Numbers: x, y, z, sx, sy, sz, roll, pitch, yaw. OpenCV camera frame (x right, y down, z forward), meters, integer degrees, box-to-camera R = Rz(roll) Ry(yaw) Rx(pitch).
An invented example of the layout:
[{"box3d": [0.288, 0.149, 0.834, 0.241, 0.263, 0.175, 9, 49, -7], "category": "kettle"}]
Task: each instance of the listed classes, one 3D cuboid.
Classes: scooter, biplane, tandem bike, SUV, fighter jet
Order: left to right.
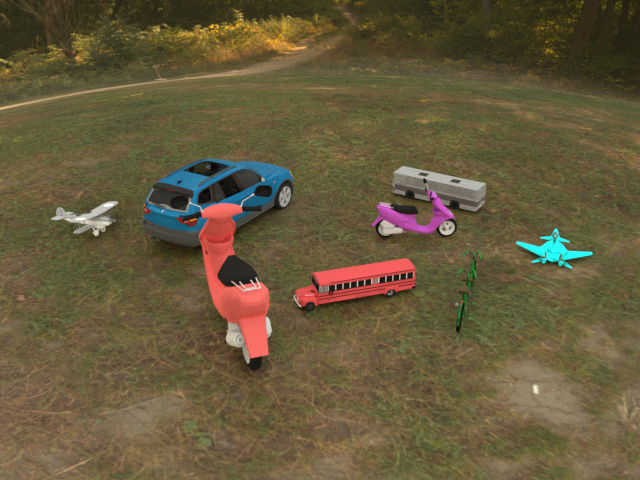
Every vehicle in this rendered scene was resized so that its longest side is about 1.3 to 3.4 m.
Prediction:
[{"box3d": [-3.872, -0.357, 11.624, 1.090, 0.504, 1.336, 6, 27, 11], "category": "biplane"}, {"box3d": [-1.643, -0.821, 11.857, 1.276, 1.128, 3.058, 15, 30, 27], "category": "SUV"}, {"box3d": [-1.117, 0.319, 8.815, 1.288, 1.786, 2.721, -9, 28, -17], "category": "scooter"}, {"box3d": [1.557, -0.464, 11.372, 1.399, 0.919, 0.662, -1, 26, -1], "category": "scooter"}, {"box3d": [1.989, 0.620, 9.452, 0.283, 0.682, 1.642, 9, 28, 17], "category": "tandem bike"}, {"box3d": [3.728, 0.017, 11.113, 1.147, 0.286, 1.358, 9, 28, 17], "category": "fighter jet"}]

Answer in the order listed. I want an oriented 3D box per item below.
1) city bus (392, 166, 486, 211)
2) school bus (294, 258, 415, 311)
[{"box3d": [2.164, -0.928, 12.825, 1.674, 0.460, 0.476, 16, 30, 29], "category": "city bus"}, {"box3d": [0.484, 0.610, 9.750, 1.708, 0.434, 0.365, -8, 28, -16], "category": "school bus"}]
